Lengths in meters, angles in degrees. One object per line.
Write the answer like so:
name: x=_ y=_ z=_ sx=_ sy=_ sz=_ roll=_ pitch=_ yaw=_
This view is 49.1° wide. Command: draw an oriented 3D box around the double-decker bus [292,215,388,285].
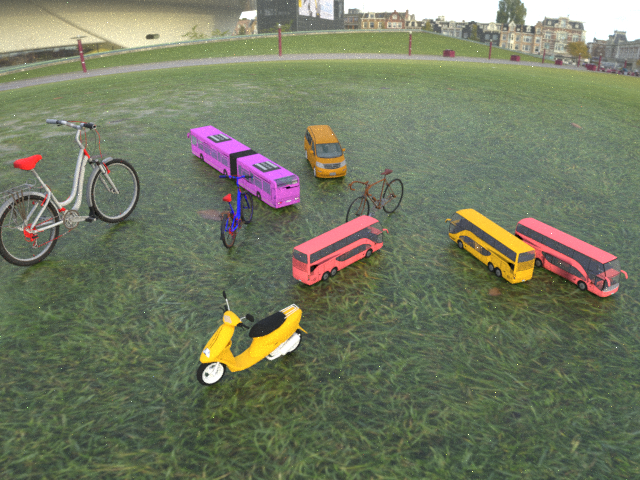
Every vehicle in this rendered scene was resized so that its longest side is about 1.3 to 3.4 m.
double-decker bus: x=0.298 y=0.112 z=9.971 sx=0.389 sy=0.541 sz=1.672 roll=24 pitch=35 yaw=38

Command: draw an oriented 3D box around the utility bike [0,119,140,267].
utility bike: x=-3.818 y=-0.815 z=10.357 sx=1.039 sy=1.839 sz=2.791 roll=16 pitch=31 yaw=28

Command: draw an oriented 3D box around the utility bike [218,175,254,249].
utility bike: x=-1.324 y=-0.500 z=10.722 sx=0.535 sy=0.946 sz=1.435 roll=6 pitch=28 yaw=12

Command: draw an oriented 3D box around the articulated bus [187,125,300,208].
articulated bus: x=-1.472 y=-1.411 z=12.921 sx=0.605 sy=0.561 sz=3.401 roll=-17 pitch=32 yaw=-30

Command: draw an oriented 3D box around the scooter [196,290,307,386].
scooter: x=-0.750 y=1.036 z=7.752 sx=1.399 sy=0.919 sz=0.662 roll=-18 pitch=32 yaw=-31

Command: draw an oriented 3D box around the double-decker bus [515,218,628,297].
double-decker bus: x=3.425 y=0.234 z=9.732 sx=0.389 sy=0.541 sz=1.672 roll=-17 pitch=32 yaw=-29

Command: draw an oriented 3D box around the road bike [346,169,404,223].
road bike: x=0.896 y=-0.671 z=11.158 sx=0.358 sy=0.852 sz=1.545 roll=21 pitch=34 yaw=35

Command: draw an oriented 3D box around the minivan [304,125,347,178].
minivan: x=0.090 y=-1.698 z=13.422 sx=0.681 sy=0.616 sz=1.548 roll=-5 pitch=28 yaw=-9

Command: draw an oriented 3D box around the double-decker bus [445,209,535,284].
double-decker bus: x=2.430 y=0.044 z=10.104 sx=0.389 sy=0.541 sz=1.672 roll=-12 pitch=29 yaw=-21
